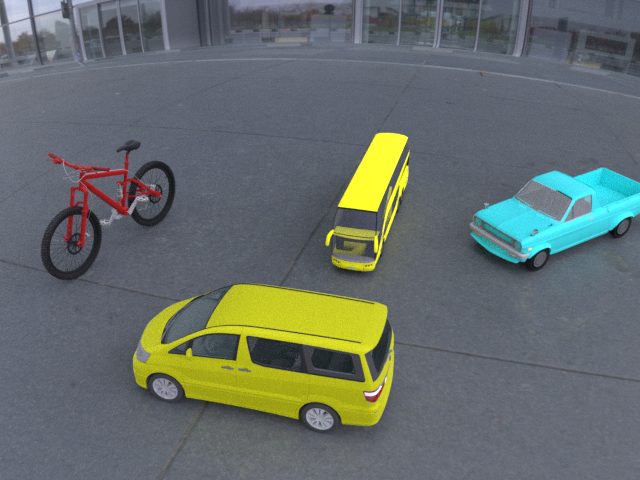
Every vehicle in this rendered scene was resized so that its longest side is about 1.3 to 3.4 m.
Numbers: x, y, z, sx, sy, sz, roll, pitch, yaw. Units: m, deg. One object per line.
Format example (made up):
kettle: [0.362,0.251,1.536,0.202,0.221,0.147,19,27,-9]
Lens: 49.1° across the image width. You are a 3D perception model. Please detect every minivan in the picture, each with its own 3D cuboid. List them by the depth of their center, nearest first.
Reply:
minivan: [-0.676,1.214,8.010,3.011,1.197,1.324,8,32,13]

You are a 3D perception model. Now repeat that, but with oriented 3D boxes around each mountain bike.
mountain bike: [-3.152,-0.613,10.598,1.114,1.688,2.857,15,34,24]

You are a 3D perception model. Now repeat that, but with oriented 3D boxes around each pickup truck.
pickup truck: [3.889,-0.512,11.107,3.117,0.993,1.244,-18,35,-27]

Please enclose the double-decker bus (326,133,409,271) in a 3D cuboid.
double-decker bus: [0.868,-0.668,11.310,0.756,1.052,3.251,8,32,13]
